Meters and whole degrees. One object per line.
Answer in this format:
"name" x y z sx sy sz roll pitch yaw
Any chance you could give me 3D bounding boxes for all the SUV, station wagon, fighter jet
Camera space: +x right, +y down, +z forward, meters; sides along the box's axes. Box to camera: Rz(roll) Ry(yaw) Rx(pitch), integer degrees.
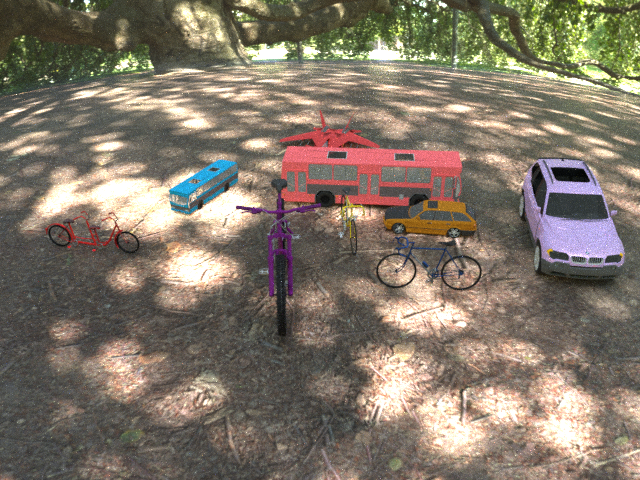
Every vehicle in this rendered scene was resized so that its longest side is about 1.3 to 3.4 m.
"SUV" 4.056 -0.436 11.427 1.276 1.128 3.058 3 29 6
"station wagon" 1.890 -0.408 12.063 1.597 0.473 0.682 4 29 8
"fighter jet" 0.161 -2.144 15.190 2.229 0.557 2.640 5 29 9

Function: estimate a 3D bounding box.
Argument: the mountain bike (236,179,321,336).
"mountain bike" -0.565 0.046 9.945 1.114 1.688 2.857 -1 28 -2

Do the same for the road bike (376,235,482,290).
"road bike" 1.601 0.358 10.247 1.545 0.852 0.358 2 28 3

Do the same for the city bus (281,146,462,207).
"city bus" 0.940 -1.138 12.972 3.255 0.894 0.926 2 28 4

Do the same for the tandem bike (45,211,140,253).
"tandem bike" -3.711 -0.141 11.350 1.642 0.682 0.283 5 29 10

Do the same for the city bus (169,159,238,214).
"city bus" -2.162 -1.004 13.181 0.476 0.460 1.674 13 31 23

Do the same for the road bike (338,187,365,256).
"road bike" 0.476 -0.380 11.614 0.358 0.852 1.545 -3 29 -6
